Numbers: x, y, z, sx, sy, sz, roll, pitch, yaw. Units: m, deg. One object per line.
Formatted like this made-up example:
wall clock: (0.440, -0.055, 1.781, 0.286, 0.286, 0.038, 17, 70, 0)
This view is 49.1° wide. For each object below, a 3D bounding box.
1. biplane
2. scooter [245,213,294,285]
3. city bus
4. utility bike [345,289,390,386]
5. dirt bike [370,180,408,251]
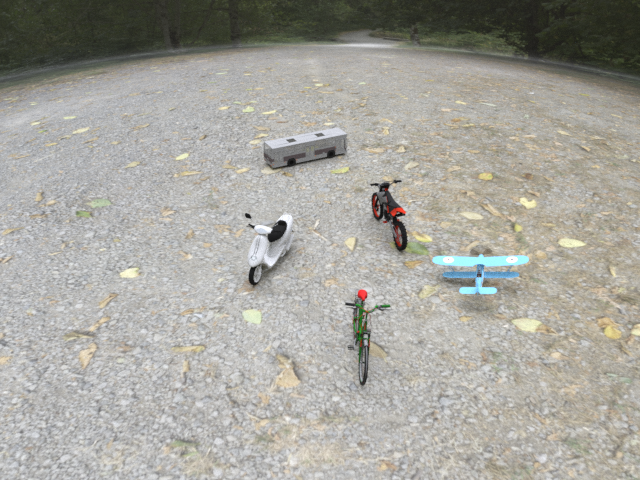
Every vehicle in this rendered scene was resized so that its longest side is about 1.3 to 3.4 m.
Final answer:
biplane: (2.250, 0.487, 9.970, 1.336, 0.504, 1.090, 7, 31, 12)
scooter: (-0.727, -0.009, 10.406, 0.662, 0.919, 1.399, 12, 33, 20)
city bus: (-0.277, -1.826, 13.952, 1.674, 0.460, 0.476, -15, 34, -24)
utility bike: (0.554, 1.049, 8.578, 0.535, 0.946, 1.435, -1, 30, -2)
dirt bike: (1.103, -0.483, 11.274, 0.527, 0.857, 1.493, -8, 31, -14)
